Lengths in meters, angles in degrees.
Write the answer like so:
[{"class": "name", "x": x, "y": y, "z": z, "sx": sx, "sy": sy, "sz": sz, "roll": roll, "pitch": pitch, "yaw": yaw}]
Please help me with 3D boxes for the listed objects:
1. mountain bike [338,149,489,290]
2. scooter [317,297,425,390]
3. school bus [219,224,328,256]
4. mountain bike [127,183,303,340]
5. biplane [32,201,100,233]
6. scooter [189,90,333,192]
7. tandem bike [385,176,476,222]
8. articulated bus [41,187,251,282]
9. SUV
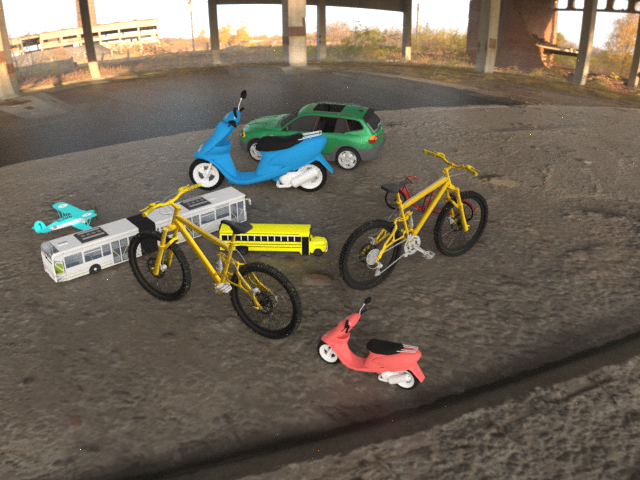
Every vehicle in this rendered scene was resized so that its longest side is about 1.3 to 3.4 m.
[{"class": "mountain bike", "x": 1.467, "y": -0.278, "z": 10.302, "sx": 2.857, "sy": 1.688, "sz": 1.114, "roll": -17, "pitch": 33, "yaw": -29}, {"class": "scooter", "x": 0.584, "y": 1.242, "z": 8.263, "sx": 1.399, "sy": 0.919, "sz": 0.662, "roll": 14, "pitch": 31, "yaw": 25}, {"class": "school bus", "x": -0.731, "y": -0.016, "z": 11.144, "sx": 1.708, "sy": 0.434, "sz": 0.365, "roll": 1, "pitch": 28, "yaw": 2}, {"class": "mountain bike", "x": -1.467, "y": 0.308, "z": 9.201, "sx": 2.857, "sy": 1.688, "sz": 1.114, "roll": 15, "pitch": 32, "yaw": 26}, {"class": "biplane", "x": -4.217, "y": -0.318, "z": 11.638, "sx": 1.090, "sy": 0.504, "sz": 1.336, "roll": -25, "pitch": 37, "yaw": -38}, {"class": "scooter", "x": -1.117, "y": -1.728, "z": 12.923, "sx": 2.721, "sy": 1.786, "sz": 1.288, "roll": 1, "pitch": 28, "yaw": 2}, {"class": "tandem bike", "x": 1.914, "y": -0.722, "z": 12.208, "sx": 1.642, "sy": 0.682, "sz": 0.283, "roll": 12, "pitch": 30, "yaw": 21}, {"class": "articulated bus", "x": -2.684, "y": -0.142, "z": 11.245, "sx": 3.401, "sy": 0.561, "sz": 0.605, "roll": -21, "pitch": 34, "yaw": -34}, {"class": "SUV", "x": -0.161, "y": -2.273, "z": 14.650, "sx": 3.058, "sy": 1.128, "sz": 1.276, "roll": 7, "pitch": 29, "yaw": 12}]
